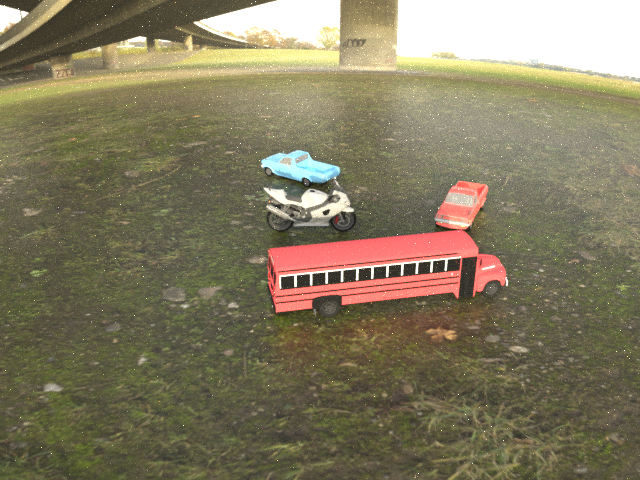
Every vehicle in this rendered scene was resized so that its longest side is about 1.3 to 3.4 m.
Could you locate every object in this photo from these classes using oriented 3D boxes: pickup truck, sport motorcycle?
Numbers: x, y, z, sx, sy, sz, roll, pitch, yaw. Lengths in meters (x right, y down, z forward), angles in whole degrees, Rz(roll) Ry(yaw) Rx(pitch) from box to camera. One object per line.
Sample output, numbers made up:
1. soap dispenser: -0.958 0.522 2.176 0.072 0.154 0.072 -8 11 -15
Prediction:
1. pickup truck: -0.397 -1.447 13.731 1.603 0.511 0.640 18 32 32
2. pickup truck: 2.475 -0.663 12.135 0.640 0.511 1.603 11 28 21
3. sport motorcycle: -0.157 -0.521 11.496 1.520 0.821 0.506 0 26 0

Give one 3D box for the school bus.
1. school bus: 0.965 0.423 9.549 3.322 0.844 0.709 -5 27 -11
